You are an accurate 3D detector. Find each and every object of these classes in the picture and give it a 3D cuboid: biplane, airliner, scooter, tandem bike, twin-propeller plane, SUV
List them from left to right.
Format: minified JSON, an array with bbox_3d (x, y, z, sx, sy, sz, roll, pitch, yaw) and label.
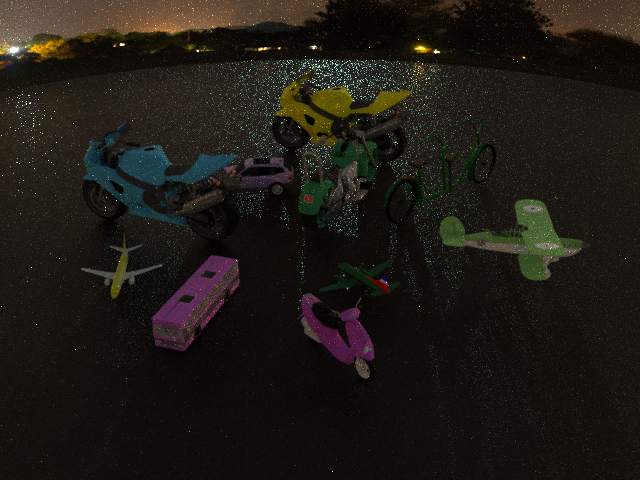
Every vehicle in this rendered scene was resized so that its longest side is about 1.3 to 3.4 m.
[{"bbox_3d":[-2.880,0.378,10.064,1.161,0.429,1.307,-3,28,-5],"label":"airliner"},{"bbox_3d":[-1.243,-1.189,12.831,1.572,0.580,0.656,-1,28,-3],"label":"SUV"},{"bbox_3d":[0.195,1.023,8.341,0.662,0.919,1.399,-20,34,-33],"label":"scooter"},{"bbox_3d":[0.596,0.499,9.861,1.370,0.407,1.095,-20,34,-33],"label":"twin-propeller plane"},{"bbox_3d":[2.165,-1.254,12.163,3.192,1.326,0.550,-24,37,-38],"label":"tandem bike"},{"bbox_3d":[2.806,0.004,10.178,2.120,0.981,2.598,5,29,9],"label":"biplane"}]

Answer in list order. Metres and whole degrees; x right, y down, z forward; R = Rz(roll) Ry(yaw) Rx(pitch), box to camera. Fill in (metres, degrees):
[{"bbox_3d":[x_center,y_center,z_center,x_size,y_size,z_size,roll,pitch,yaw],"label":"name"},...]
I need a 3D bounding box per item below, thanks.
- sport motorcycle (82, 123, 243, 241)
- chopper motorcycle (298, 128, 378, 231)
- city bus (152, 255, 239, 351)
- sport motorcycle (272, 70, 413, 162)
[{"bbox_3d":[-2.610,-0.884,11.185,2.955,1.596,0.983,10,30,19],"label":"sport motorcycle"},{"bbox_3d":[0.405,-1.259,12.008,0.906,1.480,3.040,12,30,20],"label":"chopper motorcycle"},{"bbox_3d":[-1.595,0.810,9.225,0.476,0.460,1.674,9,29,16],"label":"city bus"},{"bbox_3d":[0.384,-2.462,14.131,2.955,1.596,0.983,10,30,18],"label":"sport motorcycle"}]
